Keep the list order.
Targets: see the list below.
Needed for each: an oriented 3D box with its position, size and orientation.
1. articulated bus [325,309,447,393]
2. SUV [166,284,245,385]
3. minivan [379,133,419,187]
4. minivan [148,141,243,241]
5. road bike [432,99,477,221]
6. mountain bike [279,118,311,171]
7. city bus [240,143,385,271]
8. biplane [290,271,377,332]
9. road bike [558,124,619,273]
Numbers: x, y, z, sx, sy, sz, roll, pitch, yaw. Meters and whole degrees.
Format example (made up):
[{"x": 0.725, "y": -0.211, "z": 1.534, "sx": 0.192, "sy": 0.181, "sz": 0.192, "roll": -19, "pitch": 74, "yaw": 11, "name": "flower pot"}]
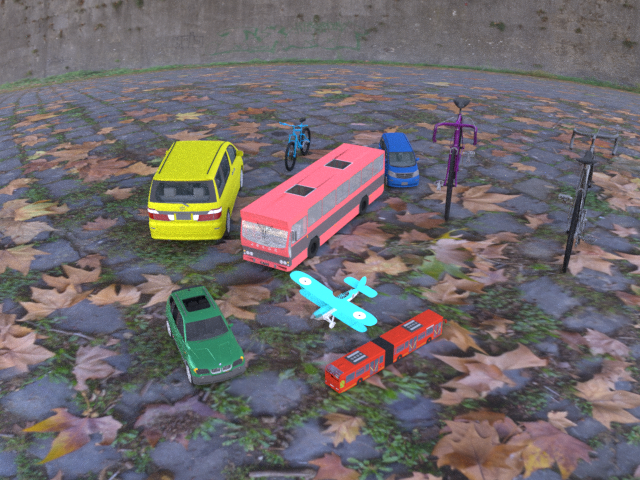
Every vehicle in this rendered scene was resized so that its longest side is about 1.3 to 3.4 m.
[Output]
[{"x": 0.787, "y": 1.267, "z": 8.140, "sx": 1.749, "sy": 0.289, "sz": 0.311, "roll": -22, "pitch": 35, "yaw": -36, "name": "articulated bus"}, {"x": -1.381, "y": 1.067, "z": 8.209, "sx": 0.656, "sy": 0.580, "sz": 1.572, "roll": -11, "pitch": 29, "yaw": -21, "name": "SUV"}, {"x": 1.470, "y": -1.506, "z": 13.155, "sx": 0.681, "sy": 0.616, "sz": 1.548, "roll": -2, "pitch": 27, "yaw": -3, "name": "minivan"}, {"x": -1.980, "y": -1.011, "z": 11.563, "sx": 1.324, "sy": 1.197, "sz": 3.011, "roll": 0, "pitch": 27, "yaw": 1, "name": "minivan"}, {"x": 2.332, "y": -1.517, "z": 12.043, "sx": 0.696, "sy": 1.656, "sz": 3.004, "roll": 6, "pitch": 28, "yaw": 12, "name": "road bike"}, {"x": -0.432, "y": -1.939, "z": 13.719, "sx": 0.573, "sy": 0.868, "sz": 1.469, "roll": 8, "pitch": 28, "yaw": 15, "name": "mountain bike"}, {"x": -0.005, "y": -0.580, "z": 11.058, "sx": 0.926, "sy": 0.894, "sz": 3.255, "roll": 14, "pitch": 30, "yaw": 25, "name": "city bus"}, {"x": 0.258, "y": 0.781, "z": 8.847, "sx": 1.336, "sy": 0.504, "sz": 1.090, "roll": 22, "pitch": 34, "yaw": 36, "name": "biplane"}, {"x": 3.924, "y": -0.706, "z": 10.472, "sx": 0.696, "sy": 1.656, "sz": 3.004, "roll": 12, "pitch": 30, "yaw": 21, "name": "road bike"}]
